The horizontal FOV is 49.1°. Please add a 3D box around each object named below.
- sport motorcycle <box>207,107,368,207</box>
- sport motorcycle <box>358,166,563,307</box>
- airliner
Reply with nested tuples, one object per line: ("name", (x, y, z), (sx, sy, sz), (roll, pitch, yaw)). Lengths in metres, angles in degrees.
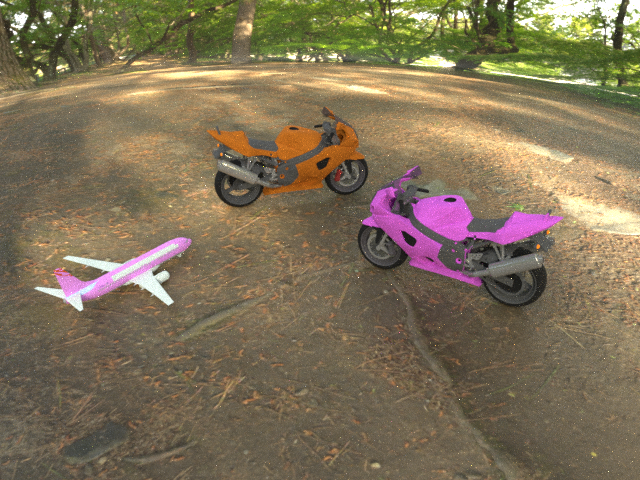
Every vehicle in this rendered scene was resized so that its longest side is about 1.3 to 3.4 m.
("sport motorcycle", (-0.523, -1.449, 12.688), (2.955, 1.596, 0.983), (-7, 29, -13))
("sport motorcycle", (1.877, -0.027, 10.059), (2.955, 1.596, 0.983), (15, 32, 26))
("airliner", (-2.802, 0.292, 10.270), (2.257, 0.835, 2.541), (18, 33, 30))
